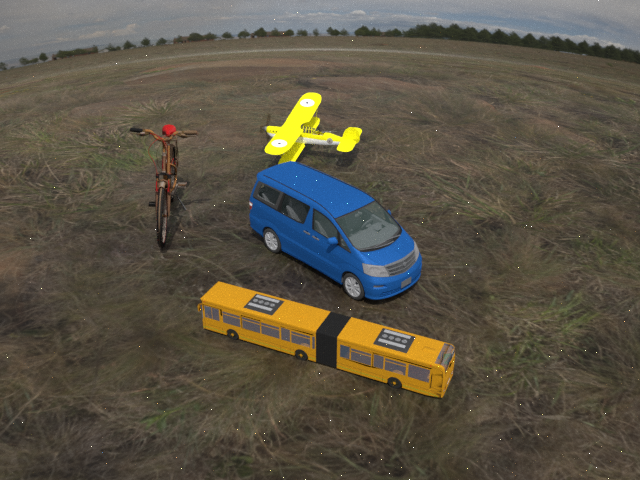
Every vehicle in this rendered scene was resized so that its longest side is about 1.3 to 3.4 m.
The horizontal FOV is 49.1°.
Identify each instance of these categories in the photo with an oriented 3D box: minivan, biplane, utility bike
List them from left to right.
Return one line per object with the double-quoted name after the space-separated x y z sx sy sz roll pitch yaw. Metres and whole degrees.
-2.521 -1.168 11.857 1.039 1.839 2.791 -3 30 -5 "utility bike"
-0.219 -2.127 14.383 2.120 0.981 2.598 9 31 15 "biplane"
0.202 -0.204 10.827 1.324 1.197 3.011 -25 38 -37 "minivan"

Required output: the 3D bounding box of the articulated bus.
0.004 1.228 8.977 3.401 0.561 0.605 13 32 21 "articulated bus"
